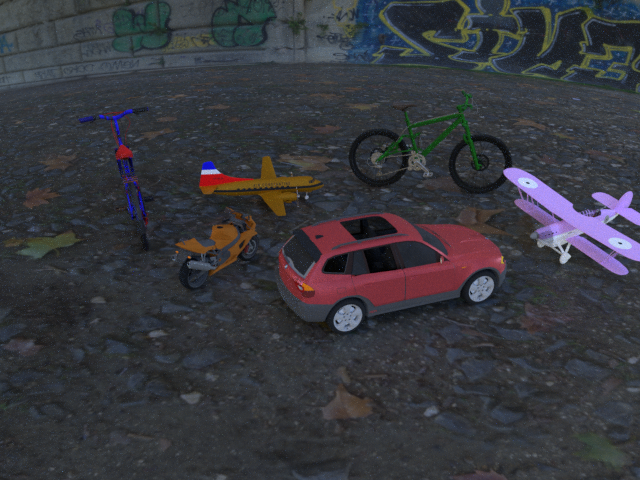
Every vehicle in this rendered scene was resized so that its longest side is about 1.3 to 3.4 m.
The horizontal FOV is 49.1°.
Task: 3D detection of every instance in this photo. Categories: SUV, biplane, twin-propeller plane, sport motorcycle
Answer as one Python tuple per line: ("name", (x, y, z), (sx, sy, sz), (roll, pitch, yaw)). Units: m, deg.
("SUV", (0.947, 0.258, 9.082), (3.058, 1.128, 1.276), (-10, 29, -19))
("biplane", (3.857, -0.244, 10.224), (2.120, 0.981, 2.598), (-15, 31, -27))
("twin-propeller plane", (-0.984, -1.010, 11.929), (2.129, 0.792, 2.663), (-4, 27, -8))
("sport motorcycle", (-1.390, 0.107, 9.714), (0.506, 0.821, 1.520), (20, 33, 34))

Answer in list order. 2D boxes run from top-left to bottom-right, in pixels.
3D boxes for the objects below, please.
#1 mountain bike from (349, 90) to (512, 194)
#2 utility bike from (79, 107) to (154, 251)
("mountain bike", (1.920, -1.657, 12.210), (2.857, 1.688, 1.114), (5, 27, 9))
("utility bike", (-3.038, -1.019, 10.797), (1.039, 1.839, 2.791), (-9, 28, -17))
